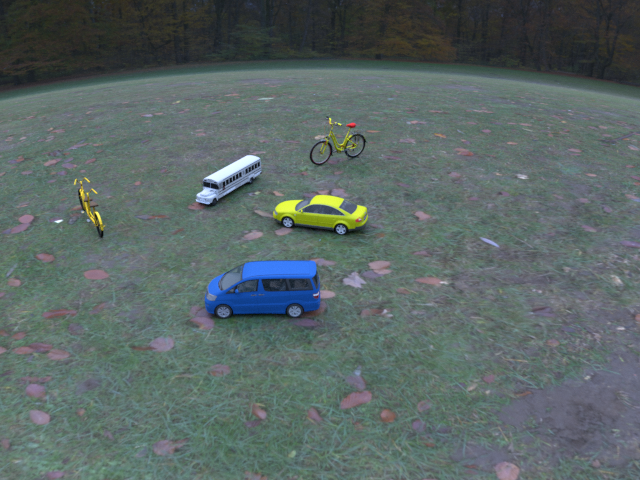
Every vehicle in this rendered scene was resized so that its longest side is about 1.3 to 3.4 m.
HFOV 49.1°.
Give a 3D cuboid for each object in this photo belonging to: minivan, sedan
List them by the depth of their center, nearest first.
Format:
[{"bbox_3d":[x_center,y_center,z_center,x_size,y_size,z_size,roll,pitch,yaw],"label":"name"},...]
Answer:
[{"bbox_3d":[-0.769,0.633,9.358,1.548,0.616,0.681,0,27,-1],"label":"minivan"},{"bbox_3d":[-0.002,-0.478,11.725,1.613,0.483,0.635,8,28,15],"label":"sedan"}]

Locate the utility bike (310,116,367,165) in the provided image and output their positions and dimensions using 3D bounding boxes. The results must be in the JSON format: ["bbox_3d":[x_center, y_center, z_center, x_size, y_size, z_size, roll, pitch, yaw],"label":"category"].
[{"bbox_3d":[0.427,-2.042,14.332,1.435,0.946,0.535,-16,31,-29],"label":"utility bike"}]

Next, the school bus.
[{"bbox_3d":[-1.694,-1.119,13.059,0.365,0.434,1.708,14,30,25],"label":"school bus"}]

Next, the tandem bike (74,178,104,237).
[{"bbox_3d":[-3.867,-0.589,11.726,0.283,0.682,1.642,-14,30,-26],"label":"tandem bike"}]
